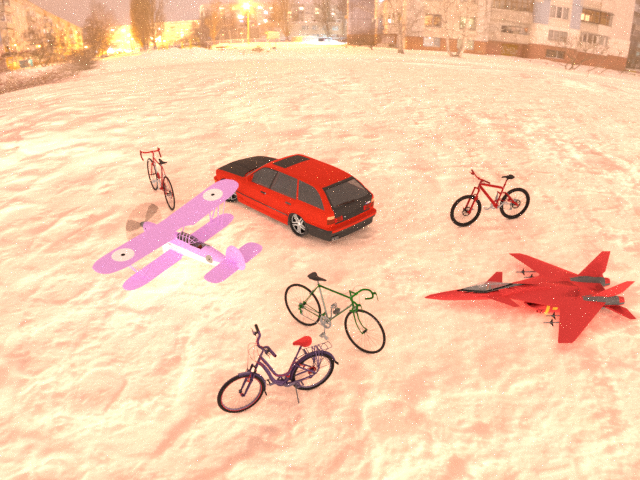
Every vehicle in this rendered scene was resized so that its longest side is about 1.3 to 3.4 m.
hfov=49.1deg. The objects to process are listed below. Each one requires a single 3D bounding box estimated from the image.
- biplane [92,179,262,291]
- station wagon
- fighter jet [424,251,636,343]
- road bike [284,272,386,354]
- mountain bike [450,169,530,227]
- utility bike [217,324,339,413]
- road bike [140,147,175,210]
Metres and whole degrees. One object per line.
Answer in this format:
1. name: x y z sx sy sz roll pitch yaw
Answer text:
1. biplane: -1.854 0.094 9.847 2.120 0.981 2.598 20 34 32
2. station wagon: -0.520 -0.932 11.841 1.327 0.920 3.105 -25 37 -38
3. fighter jet: 2.721 0.601 9.345 2.640 0.557 2.229 -1 28 -2
4. road bike: 0.156 0.848 8.567 1.545 0.852 0.358 20 34 32
5. mountain bike: 2.799 -0.678 11.419 1.469 0.868 0.573 -9 29 -16
6. utility bike: -0.409 1.378 7.469 1.435 0.946 0.535 -13 31 -23
7. road bike: -2.803 -1.105 12.241 0.358 0.852 1.545 -14 31 -25
